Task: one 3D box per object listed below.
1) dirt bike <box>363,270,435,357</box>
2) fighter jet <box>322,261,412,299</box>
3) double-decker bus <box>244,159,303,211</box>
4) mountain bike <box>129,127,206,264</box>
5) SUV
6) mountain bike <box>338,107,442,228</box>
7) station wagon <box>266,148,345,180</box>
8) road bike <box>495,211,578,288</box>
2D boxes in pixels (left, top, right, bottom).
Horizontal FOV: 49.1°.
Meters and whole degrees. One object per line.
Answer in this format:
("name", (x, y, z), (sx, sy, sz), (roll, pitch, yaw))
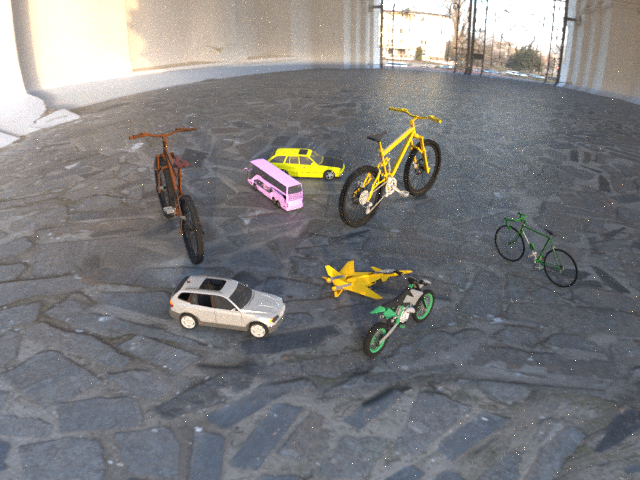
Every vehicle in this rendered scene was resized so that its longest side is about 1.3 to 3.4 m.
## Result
("dirt bike", (1.049, 0.901, 9.042), (0.527, 0.857, 1.493), (23, 36, 37))
("fighter jet", (0.762, 0.501, 10.409), (1.358, 0.286, 1.147), (-9, 29, -17))
("double-decker bus", (-0.875, -1.060, 13.090), (0.389, 0.541, 1.672), (-16, 32, -28))
("mountain bike", (-2.347, -0.804, 11.378), (1.114, 1.688, 2.857), (-12, 30, -21))
("SUV", (-1.246, 0.854, 9.428), (1.572, 0.580, 0.656), (6, 28, 11))
("mountain bike", (1.313, -1.303, 12.323), (1.114, 1.688, 2.857), (24, 36, 37))
("station wagon", (-0.299, -1.557, 14.104), (1.597, 0.473, 0.682), (3, 28, 5))
("road bike", (3.237, 0.121, 10.523), (0.358, 0.852, 1.545), (-19, 33, -31))
